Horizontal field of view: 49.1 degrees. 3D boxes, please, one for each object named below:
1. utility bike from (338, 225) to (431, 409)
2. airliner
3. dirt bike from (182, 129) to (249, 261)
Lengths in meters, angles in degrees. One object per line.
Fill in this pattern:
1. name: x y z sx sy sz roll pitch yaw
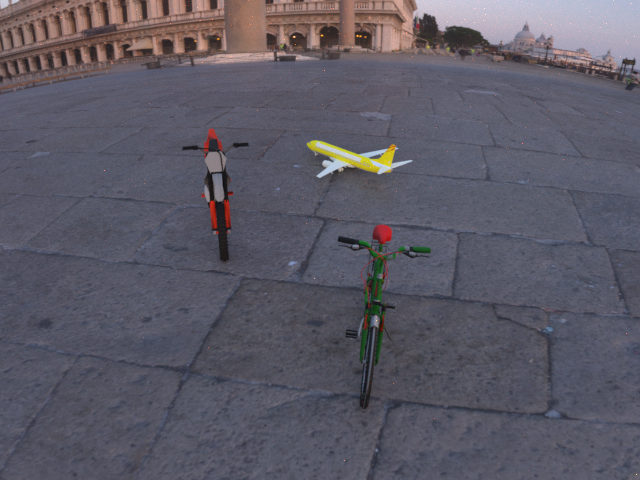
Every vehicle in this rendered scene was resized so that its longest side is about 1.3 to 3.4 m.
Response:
1. utility bike: 0.751 0.636 8.505 1.039 1.839 2.791 3 29 5
2. airliner: 0.591 -1.830 14.124 2.257 0.835 2.541 -24 36 -37
3. dirt bike: -1.682 -0.911 11.548 1.024 1.666 2.903 -5 29 -9
